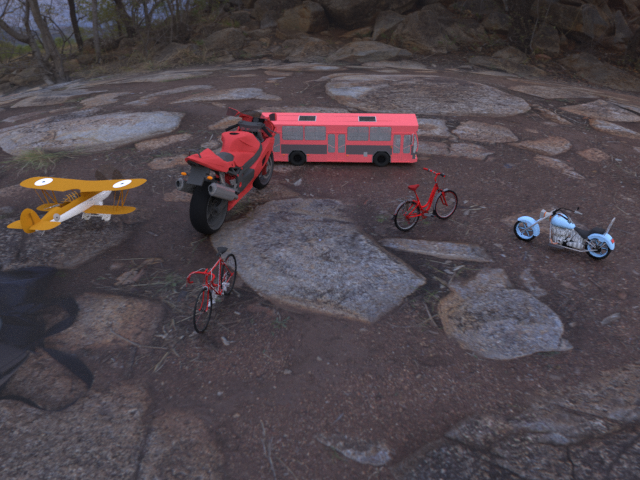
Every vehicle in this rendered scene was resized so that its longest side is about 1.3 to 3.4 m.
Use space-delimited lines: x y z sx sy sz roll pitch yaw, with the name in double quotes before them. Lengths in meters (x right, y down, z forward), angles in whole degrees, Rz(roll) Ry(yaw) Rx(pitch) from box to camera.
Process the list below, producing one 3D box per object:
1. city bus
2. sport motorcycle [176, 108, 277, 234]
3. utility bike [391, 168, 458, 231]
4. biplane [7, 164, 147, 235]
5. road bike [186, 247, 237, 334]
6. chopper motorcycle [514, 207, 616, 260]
"city bus" 0.368 -2.079 14.480 3.255 0.894 0.926 1 28 2
"sport motorcycle" -1.482 -1.266 12.165 0.983 1.596 2.955 10 29 18
"utility bike" 1.755 -0.701 11.785 1.435 0.946 0.535 -16 32 -28
"biplane" -4.105 -0.575 11.506 2.598 0.981 2.120 12 30 21
"road bike" -1.401 0.588 9.418 0.358 0.852 1.545 7 28 12
"chopper motorcycle" 3.832 -0.183 10.993 1.563 0.761 0.466 19 33 31
